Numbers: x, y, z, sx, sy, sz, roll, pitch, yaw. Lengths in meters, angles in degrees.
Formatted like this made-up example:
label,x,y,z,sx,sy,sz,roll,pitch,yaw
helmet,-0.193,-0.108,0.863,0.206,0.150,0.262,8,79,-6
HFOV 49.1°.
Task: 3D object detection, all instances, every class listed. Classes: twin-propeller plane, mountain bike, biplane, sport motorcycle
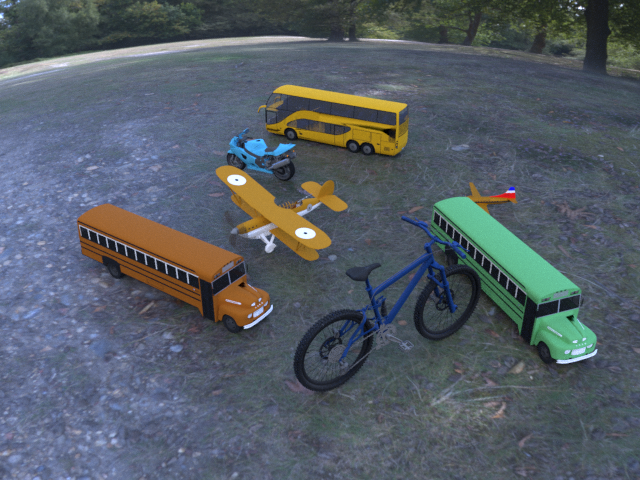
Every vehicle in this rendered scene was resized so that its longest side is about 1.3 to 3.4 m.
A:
label,x,y,z,sx,sy,sz,roll,pitch,yaw
twin-propeller plane,2.913,-0.746,12.353,1.095,0.407,1.370,-1,30,-2
mountain bike,0.914,0.798,8.458,2.857,1.688,1.114,-18,35,-28
biplane,-0.536,-0.416,11.224,2.120,0.981,2.598,-24,38,-35
sport motorcycle,-1.143,-1.615,13.425,1.520,0.821,0.506,13,33,21

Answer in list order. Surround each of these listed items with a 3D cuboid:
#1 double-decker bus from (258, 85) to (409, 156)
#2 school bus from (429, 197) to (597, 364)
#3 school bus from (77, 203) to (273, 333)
label,x,y,z,sx,sy,sz,roll,pitch,yaw
double-decker bus,0.267,-2.555,14.800,3.251,1.052,0.756,14,33,23
school bus,2.634,0.469,9.852,0.709,0.844,3.322,-11,32,-18
school bus,-2.129,0.347,10.059,3.322,0.844,0.709,20,36,30
